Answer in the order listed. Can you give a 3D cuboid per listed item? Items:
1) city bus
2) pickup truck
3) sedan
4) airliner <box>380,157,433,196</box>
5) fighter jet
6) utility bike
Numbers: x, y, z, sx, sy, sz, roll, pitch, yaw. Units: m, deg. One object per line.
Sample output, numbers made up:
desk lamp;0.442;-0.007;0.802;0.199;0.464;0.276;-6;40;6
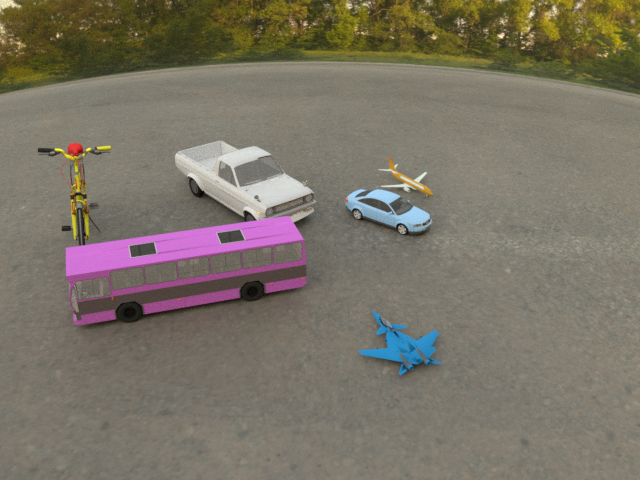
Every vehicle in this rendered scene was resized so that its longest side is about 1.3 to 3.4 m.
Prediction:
city bus;-1.860;0.434;9.961;3.255;0.894;0.926;-9;30;-16
pickup truck;-1.429;-1.154;12.751;1.244;0.993;3.117;-21;35;-34
sedan;1.191;-0.546;12.173;1.613;0.483;0.635;21;35;33
airliner;1.718;-1.204;13.428;1.161;0.429;1.307;-19;34;-30
fighter jet;0.991;1.219;9.163;1.147;0.286;1.358;-11;31;-20
utility bike;-3.782;-0.776;11.185;1.039;1.839;2.791;-9;30;-16
